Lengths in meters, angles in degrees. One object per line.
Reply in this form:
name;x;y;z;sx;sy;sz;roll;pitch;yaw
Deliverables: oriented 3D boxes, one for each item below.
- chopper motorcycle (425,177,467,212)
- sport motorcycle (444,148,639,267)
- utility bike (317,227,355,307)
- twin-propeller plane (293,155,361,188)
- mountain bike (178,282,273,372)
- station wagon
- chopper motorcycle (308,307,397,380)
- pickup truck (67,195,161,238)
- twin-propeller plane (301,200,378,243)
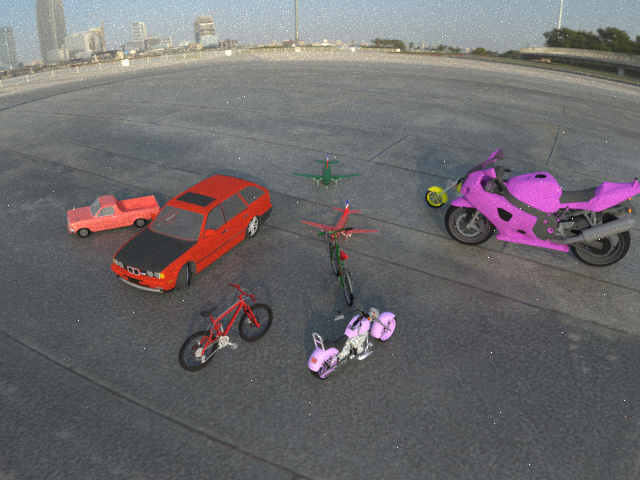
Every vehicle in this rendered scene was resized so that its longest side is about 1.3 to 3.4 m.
chopper motorcycle;2.678;-0.826;12.662;1.563;0.761;0.466;14;32;24
sport motorcycle;3.484;-0.460;11.124;2.955;1.596;0.983;10;30;17
utility bike;0.261;0.338;10.343;0.535;0.946;1.435;-6;29;-10
twin-propeller plane;0.146;-1.386;14.056;1.370;0.407;1.095;1;29;1
mountain bike;-1.191;1.117;8.999;1.469;0.868;0.573;-24;36;-36
station wagon;-2.027;-0.235;11.417;1.327;0.920;3.105;14;32;25
chopper motorcycle;0.450;1.209;8.943;0.466;0.761;1.563;25;38;38
pickup truck;-3.627;-0.494;12.316;1.603;0.511;0.640;-11;31;-20
twin-propeller plane;0.358;-0.311;12.090;1.370;0.407;1.095;8;30;14
